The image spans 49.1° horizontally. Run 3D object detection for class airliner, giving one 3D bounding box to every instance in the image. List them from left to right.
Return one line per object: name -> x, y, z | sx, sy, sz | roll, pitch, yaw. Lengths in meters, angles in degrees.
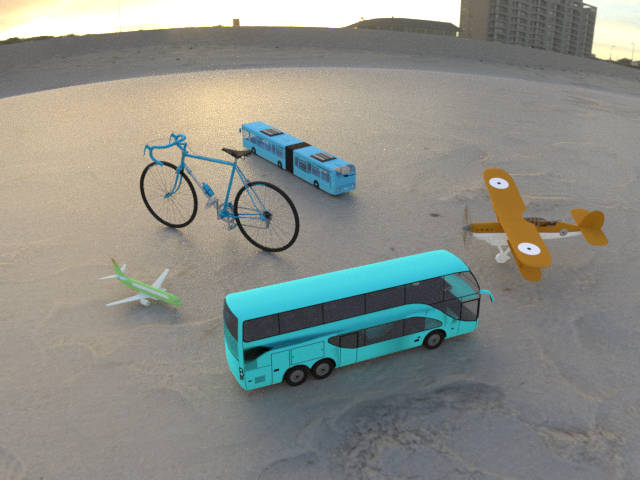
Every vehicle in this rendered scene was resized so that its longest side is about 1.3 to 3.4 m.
airliner -> -2.380, 0.593, 9.551 | 1.307, 0.429, 1.161 | 16, 31, 28

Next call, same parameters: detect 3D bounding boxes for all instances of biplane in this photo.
biplane -> 3.164, -0.147, 10.401 | 2.120, 0.981, 2.598 | -1, 27, -2

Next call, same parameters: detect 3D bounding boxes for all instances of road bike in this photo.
road bike -> -1.638, -0.756, 10.855 | 3.004, 1.656, 0.697 | 13, 30, 24

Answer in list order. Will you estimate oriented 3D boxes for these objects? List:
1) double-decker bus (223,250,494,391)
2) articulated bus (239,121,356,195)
double-decker bus -> 0.485, 0.886, 8.286 | 3.251, 1.052, 0.756 | -11, 29, -20
articulated bus -> -0.515, -1.679, 13.884 | 0.605, 0.561, 3.401 | -18, 32, -31
